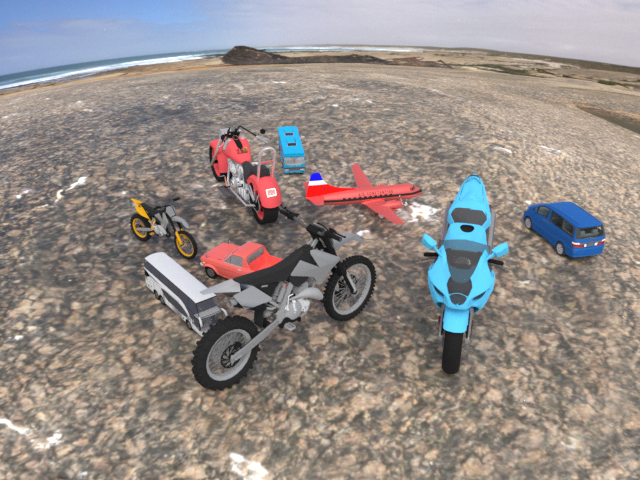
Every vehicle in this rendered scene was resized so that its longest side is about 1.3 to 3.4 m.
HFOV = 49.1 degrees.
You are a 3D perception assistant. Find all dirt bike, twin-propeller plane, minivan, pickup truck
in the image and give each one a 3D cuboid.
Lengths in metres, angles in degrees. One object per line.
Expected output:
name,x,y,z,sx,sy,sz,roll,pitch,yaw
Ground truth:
dirt bike,-0.338,0.621,8.370,2.903,1.666,1.024,-24,36,-38
twin-propeller plane,0.791,-0.876,12.166,2.129,0.792,2.663,-6,28,-12
minivan,3.876,-0.270,11.200,0.681,0.616,1.548,-7,29,-14
pickup truck,-0.963,0.360,10.112,1.603,0.511,0.640,16,32,27
dirt bike,-2.457,-0.236,10.875,1.493,0.857,0.527,19,33,32

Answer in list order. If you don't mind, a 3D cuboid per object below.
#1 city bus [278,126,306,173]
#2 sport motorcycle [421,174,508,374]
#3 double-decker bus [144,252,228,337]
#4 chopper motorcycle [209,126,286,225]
city bus,-0.601,-1.850,14.380,0.476,0.460,1.674,-3,28,-6
sport motorcycle,1.832,0.347,8.969,0.983,1.596,2.955,7,28,12
double-decker bus,-1.841,0.722,9.390,0.389,0.541,1.672,-20,34,-33
chopper motorcycle,-1.400,-1.360,12.349,0.906,1.480,3.040,-13,30,-23
